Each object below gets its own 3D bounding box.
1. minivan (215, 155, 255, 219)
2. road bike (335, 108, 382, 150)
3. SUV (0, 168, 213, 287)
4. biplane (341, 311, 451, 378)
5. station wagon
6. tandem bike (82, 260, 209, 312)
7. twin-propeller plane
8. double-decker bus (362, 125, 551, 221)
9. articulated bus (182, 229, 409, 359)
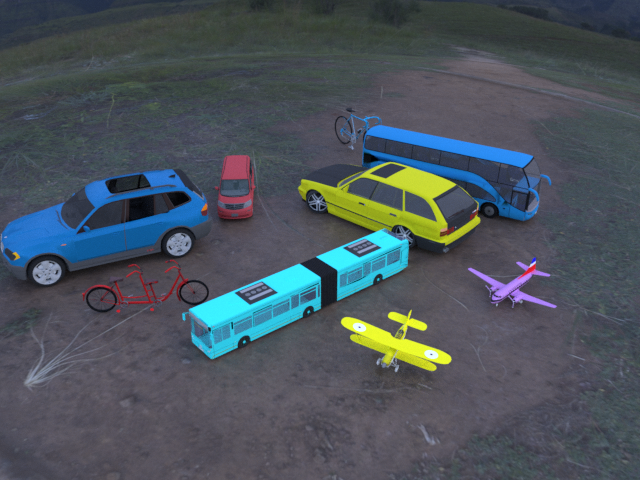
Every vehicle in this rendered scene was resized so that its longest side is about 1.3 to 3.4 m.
[{"bbox_3d":[-1.449,-0.923,12.125,0.681,0.616,1.548,-2,29,-3],"label":"minivan"},{"bbox_3d":[0.768,-2.228,14.247,0.358,0.852,1.545,-19,34,-31],"label":"road bike"},{"bbox_3d":[-3.162,-0.291,10.448,3.058,1.128,1.276,-13,31,-22],"label":"SUV"},{"bbox_3d":[0.940,1.218,8.358,1.336,0.504,1.090,11,31,20],"label":"biplane"},{"bbox_3d":[1.048,-0.747,11.489,3.105,0.920,1.327,23,36,35],"label":"station wagon"},{"bbox_3d":[-2.306,0.624,9.251,1.642,0.682,0.283,-4,29,-7],"label":"tandem bike"},{"bbox_3d":[2.672,0.582,9.611,1.095,0.407,1.370,-25,38,-38],"label":"twin-propeller plane"},{"bbox_3d":[2.273,-1.172,12.124,3.251,1.052,0.756,16,33,27],"label":"double-decker bus"},{"bbox_3d":[-0.178,0.636,9.355,3.401,0.561,0.605,-22,36,-34],"label":"articulated bus"}]
